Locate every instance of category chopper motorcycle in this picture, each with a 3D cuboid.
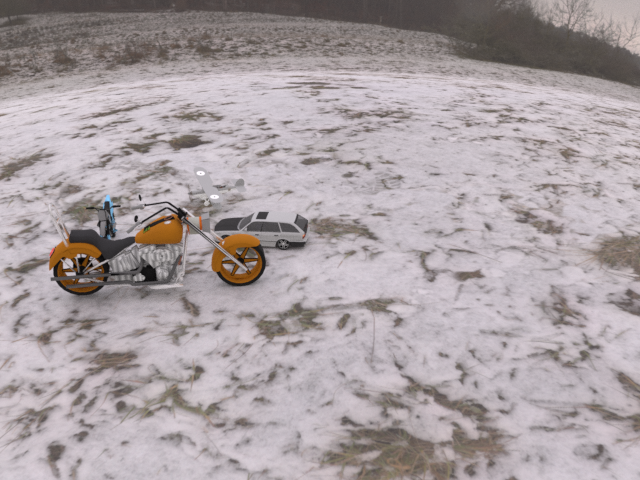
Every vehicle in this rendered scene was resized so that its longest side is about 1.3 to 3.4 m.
[{"bbox_3d":[-2.309,0.068,9.981,3.040,1.480,0.906,-4,27,-9],"label":"chopper motorcycle"}]

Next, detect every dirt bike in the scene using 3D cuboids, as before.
[{"bbox_3d":[-3.408,-0.221,11.238,0.527,0.857,1.493,-5,27,-9],"label":"dirt bike"}]

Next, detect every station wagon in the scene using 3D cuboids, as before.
[{"bbox_3d":[-0.983,-0.202,11.624,1.597,0.473,0.682,3,27,6],"label":"station wagon"}]

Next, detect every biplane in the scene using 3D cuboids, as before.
[{"bbox_3d":[-1.916,-0.924,13.012,1.090,0.504,1.336,-11,29,-21],"label":"biplane"}]
